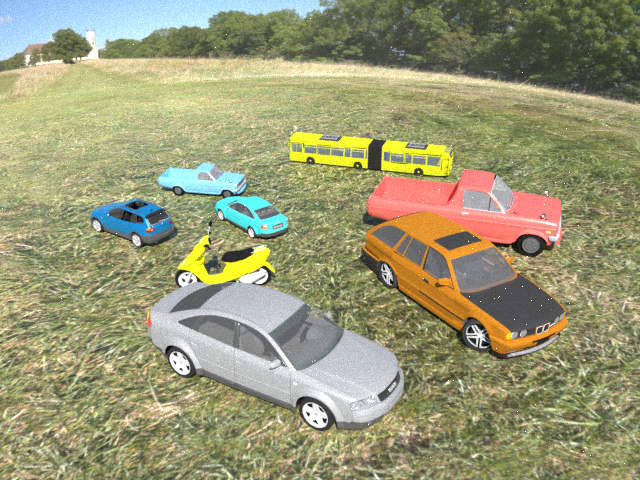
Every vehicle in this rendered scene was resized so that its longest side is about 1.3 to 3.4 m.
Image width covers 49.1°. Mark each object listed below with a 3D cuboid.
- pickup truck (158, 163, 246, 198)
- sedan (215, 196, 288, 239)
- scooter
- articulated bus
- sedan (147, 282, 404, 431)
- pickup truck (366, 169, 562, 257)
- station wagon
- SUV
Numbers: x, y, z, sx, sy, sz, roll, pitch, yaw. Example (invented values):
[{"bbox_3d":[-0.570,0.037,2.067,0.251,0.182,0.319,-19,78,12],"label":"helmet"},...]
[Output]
[{"bbox_3d":[-2.210,-1.150,13.171,1.603,0.511,0.640,5,26,10],"label":"pickup truck"},{"bbox_3d":[-1.178,-0.474,11.797,0.635,0.483,1.613,-20,32,-35],"label":"sedan"},{"bbox_3d":[-1.337,0.258,9.768,1.399,0.919,0.662,-3,26,-6],"label":"scooter"},{"bbox_3d":[0.995,-1.778,14.421,3.401,0.561,0.605,8,27,16],"label":"articulated bus"},{"bbox_3d":[-0.552,1.140,7.907,3.137,0.940,1.235,14,29,27],"label":"sedan"},{"bbox_3d":[2.364,-0.575,11.418,3.117,0.993,1.244,8,27,17],"label":"pickup truck"},{"bbox_3d":[1.860,0.434,9.399,1.327,0.920,3.105,-15,29,-28],"label":"station wagon"},{"bbox_3d":[-3.092,-0.363,11.453,1.572,0.580,0.656,17,31,32],"label":"SUV"}]
